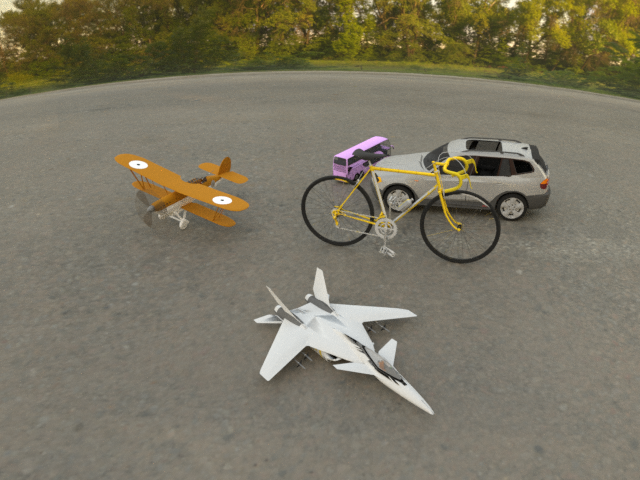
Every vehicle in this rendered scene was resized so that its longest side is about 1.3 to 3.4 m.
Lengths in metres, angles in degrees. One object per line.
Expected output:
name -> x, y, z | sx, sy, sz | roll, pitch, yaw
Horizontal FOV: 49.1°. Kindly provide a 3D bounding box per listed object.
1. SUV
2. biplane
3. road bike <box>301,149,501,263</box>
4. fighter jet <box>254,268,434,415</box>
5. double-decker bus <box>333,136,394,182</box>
SUV -> 2.410, -1.145, 12.090 | 3.058, 1.128, 1.276 | 5, 27, 9
biplane -> -2.088, -0.817, 11.599 | 2.598, 0.981, 2.120 | 15, 30, 27
road bike -> 1.140, -0.529, 10.270 | 3.004, 1.656, 0.697 | 8, 28, 16
fighter jet -> 0.396, 1.169, 8.103 | 2.229, 0.557, 2.640 | -18, 32, -32
double-decker bus -> 0.850, -1.591, 13.638 | 0.389, 0.541, 1.672 | 18, 32, 32
